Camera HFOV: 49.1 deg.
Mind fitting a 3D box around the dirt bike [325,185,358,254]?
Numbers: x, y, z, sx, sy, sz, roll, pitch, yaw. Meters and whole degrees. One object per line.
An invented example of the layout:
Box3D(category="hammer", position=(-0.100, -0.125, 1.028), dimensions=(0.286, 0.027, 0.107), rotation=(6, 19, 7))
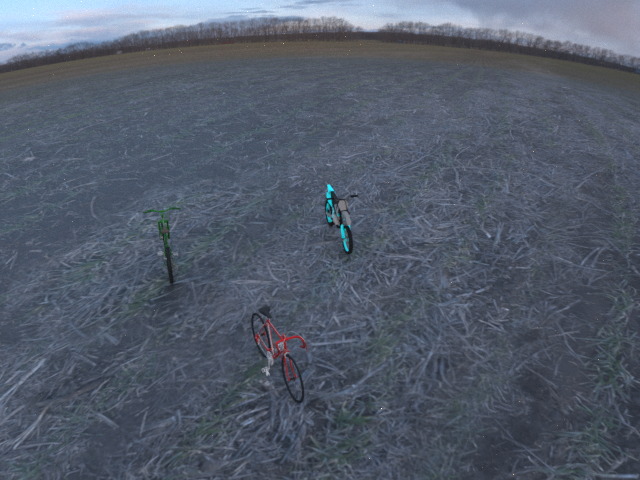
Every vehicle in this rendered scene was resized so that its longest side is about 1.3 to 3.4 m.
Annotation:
Box3D(category="dirt bike", position=(0.316, -0.408, 11.612), dimensions=(0.527, 0.857, 1.493), rotation=(-7, 30, -13))

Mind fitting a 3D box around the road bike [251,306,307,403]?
Box3D(category="road bike", position=(-0.540, 1.310, 8.524), dimensions=(0.358, 0.852, 1.545), rotation=(-14, 32, -24))

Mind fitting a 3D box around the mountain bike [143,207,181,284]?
Box3D(category="mountain bike", position=(-2.377, 0.030, 10.812), dimensions=(0.573, 0.868, 1.469), rotation=(-8, 30, -13))
